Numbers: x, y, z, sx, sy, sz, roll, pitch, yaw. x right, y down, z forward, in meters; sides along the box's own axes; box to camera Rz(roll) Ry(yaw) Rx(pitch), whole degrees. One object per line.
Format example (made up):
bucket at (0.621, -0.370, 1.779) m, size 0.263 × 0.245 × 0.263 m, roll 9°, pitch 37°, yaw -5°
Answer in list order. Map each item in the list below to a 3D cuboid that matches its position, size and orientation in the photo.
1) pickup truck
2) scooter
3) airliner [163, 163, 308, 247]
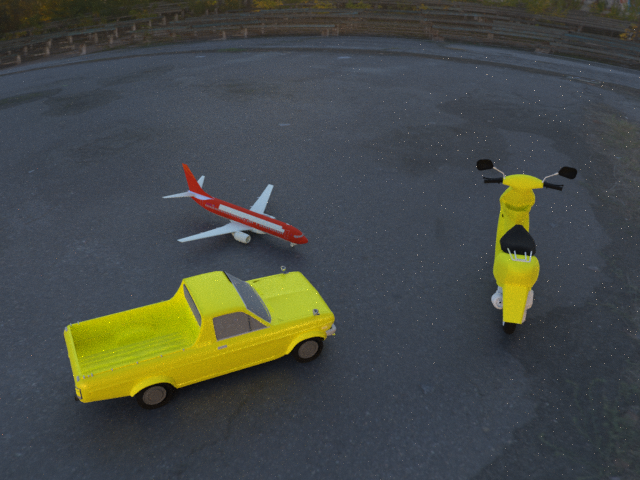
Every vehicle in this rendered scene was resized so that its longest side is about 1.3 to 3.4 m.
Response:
pickup truck at (-1.387, 1.031, 8.299) m, size 3.117 × 0.993 × 1.244 m, roll -13°, pitch 34°, yaw -21°
scooter at (2.641, -0.083, 9.376) m, size 1.288 × 1.786 × 2.721 m, roll 7°, pitch 32°, yaw 11°
airliner at (-1.235, -0.541, 11.053) m, size 2.541 × 0.835 × 2.257 m, roll 19°, pitch 36°, yaw 29°
